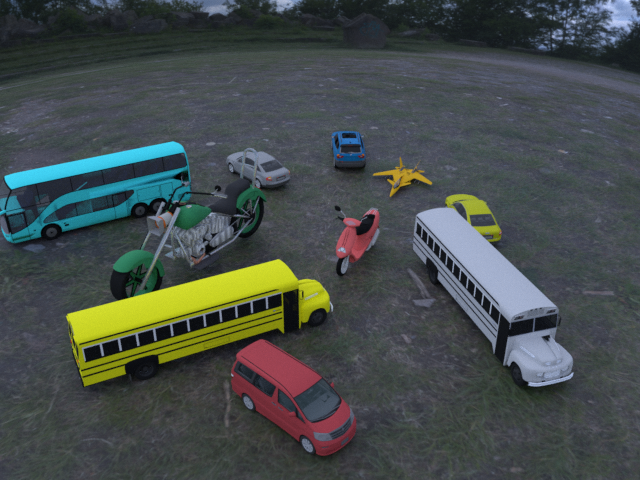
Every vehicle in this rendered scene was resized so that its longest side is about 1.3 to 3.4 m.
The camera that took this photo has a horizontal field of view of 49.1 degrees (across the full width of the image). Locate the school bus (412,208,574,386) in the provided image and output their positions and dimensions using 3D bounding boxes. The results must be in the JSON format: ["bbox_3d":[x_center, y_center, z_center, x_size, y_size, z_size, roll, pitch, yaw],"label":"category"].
[{"bbox_3d":[2.220,0.652,9.361,0.709,0.844,3.322,-9,31,-15],"label":"school bus"}]

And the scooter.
[{"bbox_3d":[0.583,-0.113,10.638,0.662,0.919,1.399,15,33,24],"label":"scooter"}]

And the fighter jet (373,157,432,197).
[{"bbox_3d":[1.518,-1.167,13.145,1.147,0.286,1.358,11,31,19],"label":"fighter jet"}]

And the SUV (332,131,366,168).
[{"bbox_3d":[0.572,-1.924,14.186,0.656,0.580,1.572,-1,29,-2],"label":"SUV"}]

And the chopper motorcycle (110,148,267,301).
[{"bbox_3d":[-1.861,-0.239,10.291,0.906,1.480,3.040,19,35,30],"label":"chopper motorcycle"}]

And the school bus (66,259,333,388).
[{"bbox_3d":[-1.396,0.957,8.821,3.322,0.844,0.709,-14,32,-24],"label":"school bus"}]

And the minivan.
[{"bbox_3d":[-0.299,1.708,7.725,1.548,0.616,0.681,25,38,37],"label":"minivan"}]

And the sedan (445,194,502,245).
[{"bbox_3d":[2.523,-0.420,11.624,0.635,0.483,1.613,-3,30,-6],"label":"sedan"}]

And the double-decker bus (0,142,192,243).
[{"bbox_3d":[-3.780,-0.812,11.740,3.251,1.052,0.756,-17,33,-27],"label":"double-decker bus"}]

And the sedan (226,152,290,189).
[{"bbox_3d":[-1.209,-1.429,13.408,0.635,0.483,1.613,-22,36,-33],"label":"sedan"}]
